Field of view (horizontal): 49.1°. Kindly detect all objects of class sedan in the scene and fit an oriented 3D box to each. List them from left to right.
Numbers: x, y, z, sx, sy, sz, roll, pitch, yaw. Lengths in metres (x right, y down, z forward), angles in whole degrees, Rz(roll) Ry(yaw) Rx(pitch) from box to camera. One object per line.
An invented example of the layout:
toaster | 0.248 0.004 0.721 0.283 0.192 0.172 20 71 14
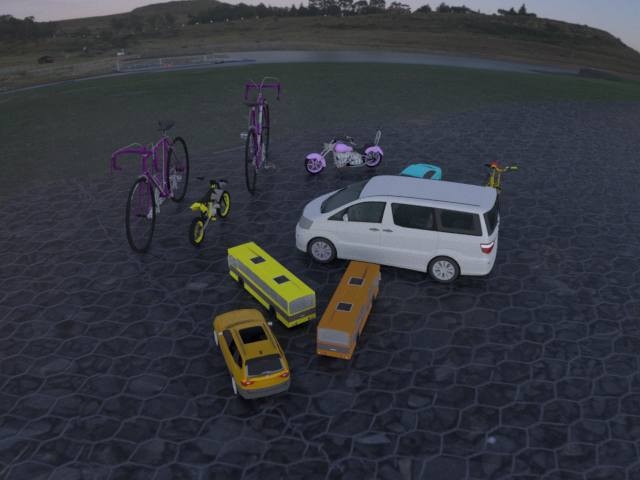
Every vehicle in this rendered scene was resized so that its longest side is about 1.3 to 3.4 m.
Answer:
sedan | 1.674 -1.017 12.582 0.635 0.483 1.613 15 32 27

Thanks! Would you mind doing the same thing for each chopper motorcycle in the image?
chopper motorcycle | 0.470 -1.697 13.569 1.563 0.761 0.466 -6 29 -11

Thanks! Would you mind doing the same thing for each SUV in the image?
SUV | -0.823 1.234 8.226 0.656 0.580 1.572 -9 29 -17

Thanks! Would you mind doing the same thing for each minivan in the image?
minivan | 1.122 -0.283 10.432 3.011 1.197 1.324 9 29 16

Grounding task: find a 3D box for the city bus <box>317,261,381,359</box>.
city bus | 0.392 0.883 9.018 0.476 0.460 1.674 8 29 14

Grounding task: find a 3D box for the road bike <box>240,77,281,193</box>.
road bike | -1.180 -2.076 13.330 0.696 1.656 3.004 2 28 3

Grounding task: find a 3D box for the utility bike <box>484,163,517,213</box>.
utility bike | 2.986 -0.907 11.879 0.535 0.946 1.435 2 28 4

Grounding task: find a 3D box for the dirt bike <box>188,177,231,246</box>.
dirt bike | -1.777 -0.535 11.272 0.527 0.857 1.493 8 29 15

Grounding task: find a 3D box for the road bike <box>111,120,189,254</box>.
road bike | -2.597 -1.017 11.328 0.696 1.656 3.004 3 28 6

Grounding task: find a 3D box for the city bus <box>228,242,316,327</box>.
city bus | -0.687 0.599 9.555 0.476 0.460 1.674 -17 32 -29
